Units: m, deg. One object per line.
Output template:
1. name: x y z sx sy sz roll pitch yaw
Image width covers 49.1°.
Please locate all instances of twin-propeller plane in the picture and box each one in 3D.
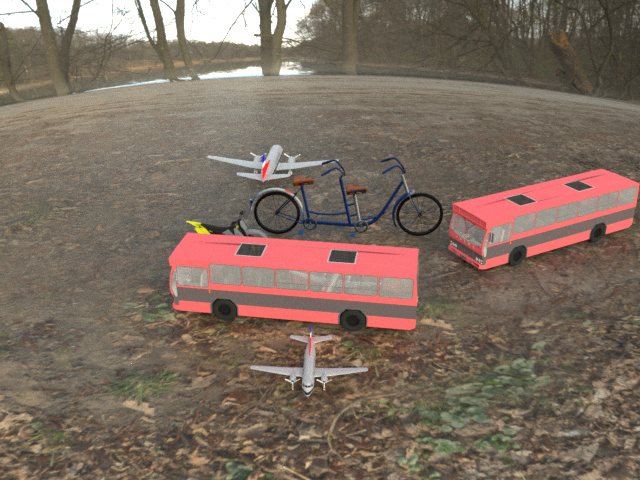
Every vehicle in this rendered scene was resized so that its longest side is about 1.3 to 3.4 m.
1. twin-propeller plane: -0.125 1.421 8.217 1.370 0.407 1.095 1 26 2
2. twin-propeller plane: -0.971 -1.607 13.884 2.663 0.792 2.129 2 26 5

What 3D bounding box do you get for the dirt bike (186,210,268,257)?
1. dirt bike: -1.373 0.027 10.518 1.493 0.857 0.527 6 27 12

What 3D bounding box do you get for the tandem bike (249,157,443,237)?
1. tandem bike: 0.425 -0.678 11.412 3.192 1.326 0.550 1 26 2

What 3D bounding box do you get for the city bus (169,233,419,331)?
1. city bus: -0.322 0.569 9.386 3.255 0.894 0.926 4 27 8

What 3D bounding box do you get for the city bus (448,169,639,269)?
1. city bus: 3.615 -0.345 11.226 3.255 0.894 0.926 -13 29 -25
